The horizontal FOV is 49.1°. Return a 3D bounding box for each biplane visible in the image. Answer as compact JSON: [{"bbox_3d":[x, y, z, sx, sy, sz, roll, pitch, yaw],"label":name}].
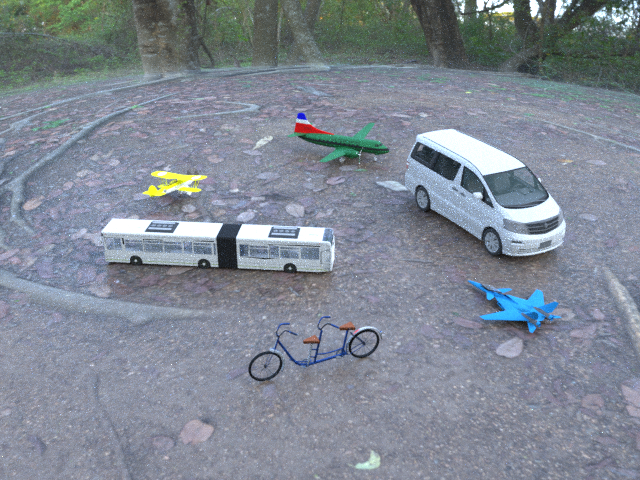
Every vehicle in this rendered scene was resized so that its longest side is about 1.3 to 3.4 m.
[{"bbox_3d":[-2.606,-0.955,12.349,1.336,0.504,1.090,18,32,32],"label":"biplane"}]

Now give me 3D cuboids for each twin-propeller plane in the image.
[{"bbox_3d":[0.423,-2.100,14.282,2.129,0.792,2.663,12,29,22],"label":"twin-propeller plane"}]

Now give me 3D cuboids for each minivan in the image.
[{"bbox_3d":[2.619,-0.818,11.315,1.324,1.197,3.011,-13,30,-24],"label":"minivan"}]

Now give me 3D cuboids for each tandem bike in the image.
[{"bbox_3d":[-0.028,1.185,7.948,1.642,0.682,0.283,-10,29,-19],"label":"tandem bike"}]

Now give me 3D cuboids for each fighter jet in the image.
[{"bbox_3d":[2.464,0.740,9.259,1.147,0.286,1.358,-18,32,-32],"label":"fighter jet"}]

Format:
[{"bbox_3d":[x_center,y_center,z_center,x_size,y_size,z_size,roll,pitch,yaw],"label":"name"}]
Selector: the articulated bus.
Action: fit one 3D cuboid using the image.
[{"bbox_3d":[-1.499,0.076,10.260,3.401,0.561,0.605,3,27,5],"label":"articulated bus"}]
